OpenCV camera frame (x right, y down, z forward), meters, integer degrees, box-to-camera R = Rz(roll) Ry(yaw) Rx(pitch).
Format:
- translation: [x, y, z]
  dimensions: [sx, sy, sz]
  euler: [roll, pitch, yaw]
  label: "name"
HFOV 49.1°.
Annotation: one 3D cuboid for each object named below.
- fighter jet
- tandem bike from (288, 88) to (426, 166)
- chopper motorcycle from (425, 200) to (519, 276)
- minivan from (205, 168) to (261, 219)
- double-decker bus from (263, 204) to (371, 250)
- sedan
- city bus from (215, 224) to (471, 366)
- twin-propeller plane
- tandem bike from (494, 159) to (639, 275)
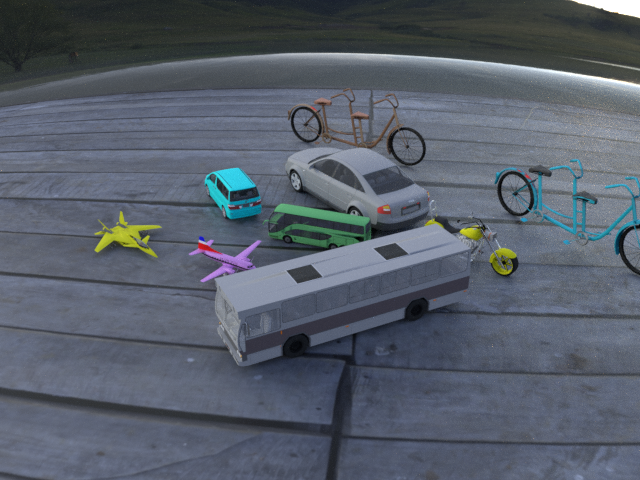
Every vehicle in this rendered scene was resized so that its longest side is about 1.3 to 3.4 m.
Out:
- translation: [-2.900, -0.049, 10.816]
  dimensions: [1.147, 0.286, 1.358]
  euler: [-26, 38, -38]
  label: "fighter jet"
- translation: [0.668, -2.347, 13.903]
  dimensions: [3.192, 1.326, 0.550]
  euler: [17, 33, 28]
  label: "tandem bike"
- translation: [2.205, -0.032, 10.295]
  dimensions: [1.563, 0.761, 0.466]
  euler: [23, 37, 36]
  label: "chopper motorcycle"
- translation: [-1.520, -0.887, 11.994]
  dimensions: [0.681, 0.616, 1.548]
  euler: [-12, 31, -21]
  label: "minivan"
- translation: [-0.041, -0.183, 10.796]
  dimensions: [1.672, 0.541, 0.389]
  euler: [10, 30, 18]
  label: "double-decker bus"
- translation: [0.550, -1.072, 11.994]
  dimensions: [1.235, 0.940, 3.137]
  euler: [-19, 34, -30]
  label: "sedan"
- translation: [0.344, 0.668, 8.888]
  dimensions: [3.255, 0.894, 0.926]
  euler: [-14, 32, -23]
  label: "city bus"
- translation: [-1.351, 0.242, 10.164]
  dimensions: [1.095, 0.407, 1.370]
  euler: [17, 33, 27]
  label: "twin-propeller plane"
- translation: [3.898, -0.559, 10.665]
  dimensions: [0.550, 1.326, 3.192]
  euler: [-19, 34, -30]
  label: "tandem bike"
